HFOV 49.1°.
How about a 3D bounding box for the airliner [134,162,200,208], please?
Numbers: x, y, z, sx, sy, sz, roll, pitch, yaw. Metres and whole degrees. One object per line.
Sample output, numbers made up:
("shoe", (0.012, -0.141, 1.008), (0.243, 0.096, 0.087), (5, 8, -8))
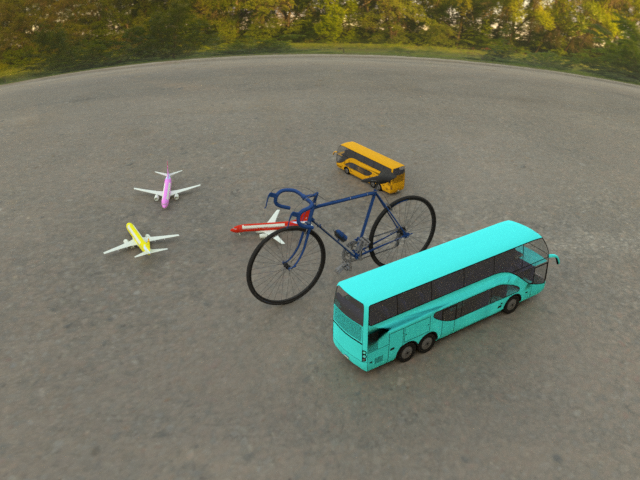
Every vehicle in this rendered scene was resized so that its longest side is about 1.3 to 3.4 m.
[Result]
("airliner", (-2.693, -0.959, 12.260), (1.161, 0.429, 1.307), (-3, 29, -6))

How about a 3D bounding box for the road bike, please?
("road bike", (0.375, -0.093, 9.429), (3.004, 1.656, 0.696), (-15, 32, -25))

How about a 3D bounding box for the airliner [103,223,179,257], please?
("airliner", (-2.769, -0.087, 10.684), (1.161, 0.429, 1.307), (-15, 32, -25))

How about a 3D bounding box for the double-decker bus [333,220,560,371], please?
("double-decker bus", (1.635, 0.608, 8.788), (3.251, 1.052, 0.756), (-18, 34, -29))

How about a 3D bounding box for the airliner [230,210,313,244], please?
("airliner", (-0.770, -0.296, 11.062), (1.307, 0.429, 1.161), (-3, 29, -6))

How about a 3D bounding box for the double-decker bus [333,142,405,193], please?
("double-decker bus", (0.893, -1.358, 12.865), (0.389, 0.541, 1.672), (-20, 35, -31))
